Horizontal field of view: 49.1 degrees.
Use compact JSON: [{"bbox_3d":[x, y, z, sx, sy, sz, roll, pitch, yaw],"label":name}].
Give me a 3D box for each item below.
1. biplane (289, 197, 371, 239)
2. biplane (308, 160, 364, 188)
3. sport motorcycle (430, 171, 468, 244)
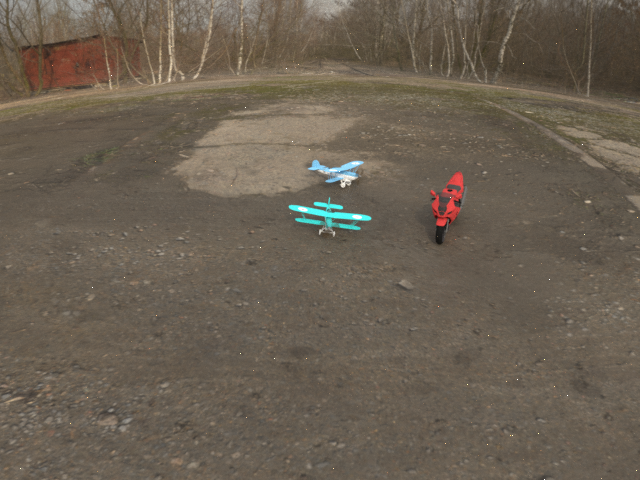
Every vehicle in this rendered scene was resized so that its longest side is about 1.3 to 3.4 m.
[{"bbox_3d":[0.164,-0.385,11.543,1.336,0.504,1.090,0,26,0],"label":"biplane"},{"bbox_3d":[0.322,-1.305,13.438,1.090,0.504,1.336,15,29,27],"label":"biplane"},{"bbox_3d":[2.119,-0.545,11.511,0.506,0.821,1.520,9,27,18],"label":"sport motorcycle"}]
